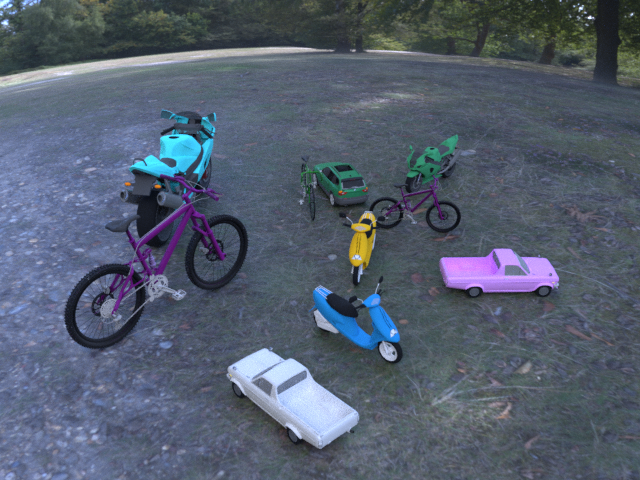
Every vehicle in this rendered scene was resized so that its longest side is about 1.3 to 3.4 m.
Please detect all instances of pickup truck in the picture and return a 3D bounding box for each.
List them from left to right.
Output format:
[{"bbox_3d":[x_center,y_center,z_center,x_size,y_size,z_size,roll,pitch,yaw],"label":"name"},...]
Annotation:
[{"bbox_3d":[-0.325,1.636,7.522,0.640,0.511,1.603,-23,36,-37],"label":"pickup truck"},{"bbox_3d":[2.489,0.432,9.763,1.603,0.511,0.640,-1,28,-1],"label":"pickup truck"}]

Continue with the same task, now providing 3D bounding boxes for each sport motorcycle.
[{"bbox_3d":[-2.354,-1.102,11.471,0.983,1.596,2.955,5,29,9],"label":"sport motorcycle"},{"bbox_3d":[2.055,-1.397,12.839,0.506,0.821,1.520,24,36,37],"label":"sport motorcycle"}]

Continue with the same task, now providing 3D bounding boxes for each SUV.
[{"bbox_3d":[0.357,-1.100,12.542,0.656,0.580,1.572,-9,30,-16],"label":"SUV"}]

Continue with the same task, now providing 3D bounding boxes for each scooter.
[{"bbox_3d":[0.424,0.896,8.469,1.399,0.919,0.662,21,35,34],"label":"scooter"},{"bbox_3d":[0.623,-0.031,10.193,0.662,0.919,1.399,5,29,10],"label":"scooter"}]

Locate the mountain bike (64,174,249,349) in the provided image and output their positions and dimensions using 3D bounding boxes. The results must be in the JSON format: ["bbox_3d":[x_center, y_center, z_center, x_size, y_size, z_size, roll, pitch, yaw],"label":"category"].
[{"bbox_3d":[-1.989,0.225,8.905,1.114,1.688,2.857,23,36,36],"label":"mountain bike"}]

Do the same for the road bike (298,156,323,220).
[{"bbox_3d":[-0.207,-0.960,11.994,0.358,0.852,1.545,-4,29,-8],"label":"road bike"}]

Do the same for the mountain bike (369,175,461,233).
[{"bbox_3d":[1.523,-0.540,11.195,1.469,0.868,0.573,4,29,8],"label":"mountain bike"}]
